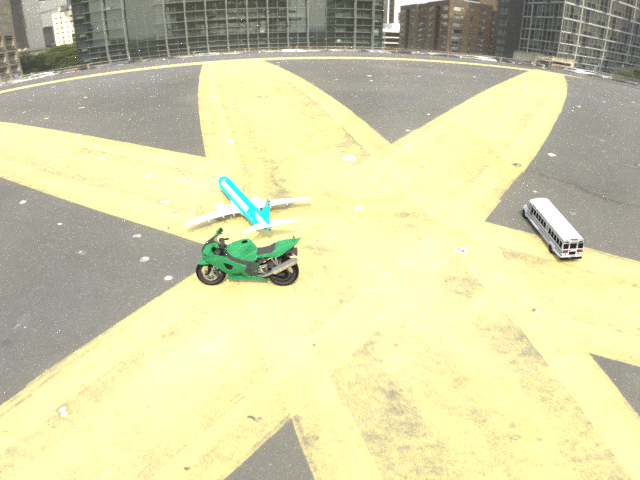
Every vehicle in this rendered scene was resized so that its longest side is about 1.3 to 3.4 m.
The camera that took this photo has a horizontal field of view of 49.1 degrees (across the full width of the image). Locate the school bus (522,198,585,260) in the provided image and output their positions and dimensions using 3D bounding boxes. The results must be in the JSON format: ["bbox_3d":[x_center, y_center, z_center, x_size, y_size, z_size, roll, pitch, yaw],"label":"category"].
[{"bbox_3d":[3.727,-0.237,11.315,0.365,0.434,1.708,-3,30,-5],"label":"school bus"}]

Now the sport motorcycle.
[{"bbox_3d":[-1.028,0.289,9.993,1.520,0.821,0.506,0,30,0],"label":"sport motorcycle"}]

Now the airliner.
[{"bbox_3d":[-1.297,-0.777,11.862,2.257,0.835,2.541,-14,32,-22],"label":"airliner"}]
